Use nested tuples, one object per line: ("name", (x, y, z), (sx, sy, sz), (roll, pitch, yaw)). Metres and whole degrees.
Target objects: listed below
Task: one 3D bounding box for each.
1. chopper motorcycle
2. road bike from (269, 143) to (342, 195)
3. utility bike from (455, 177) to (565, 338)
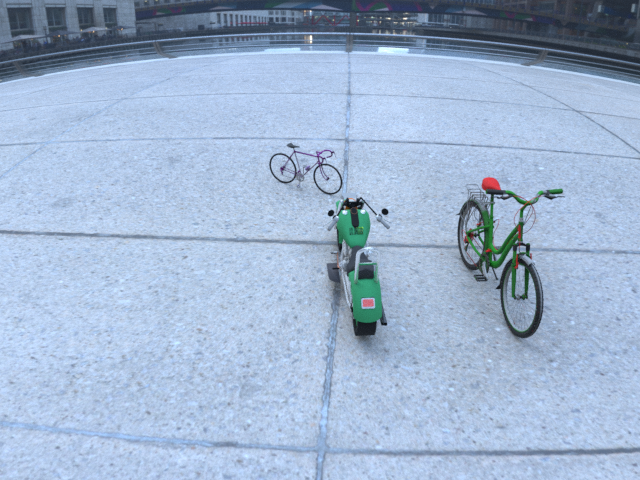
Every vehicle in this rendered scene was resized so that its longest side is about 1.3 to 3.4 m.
("chopper motorcycle", (0.488, 0.043, 9.724), (0.906, 1.480, 3.040), (-2, 30, -3))
("road bike", (-0.274, -1.318, 12.684), (1.545, 0.852, 0.358), (16, 34, 25))
("utility bike", (2.514, -0.048, 9.523), (1.039, 1.839, 2.791), (-5, 31, -9))
